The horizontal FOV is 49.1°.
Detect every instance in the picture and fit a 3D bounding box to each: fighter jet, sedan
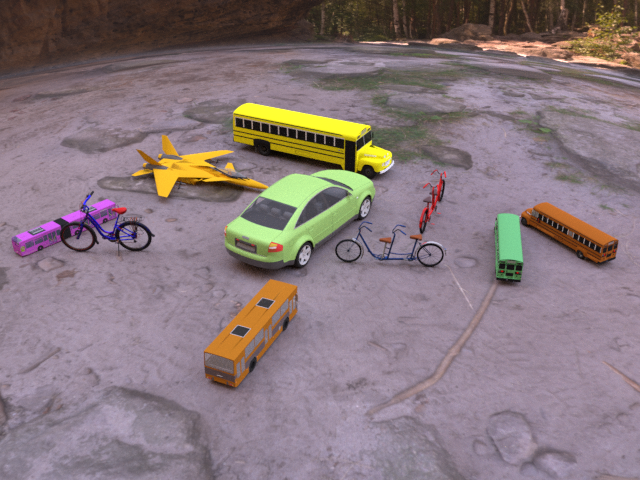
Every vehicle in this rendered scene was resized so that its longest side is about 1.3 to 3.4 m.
[{"bbox_3d":[-2.066,-1.336,12.847,2.640,0.557,2.229,13,33,22],"label":"fighter jet"},{"bbox_3d":[-0.220,-0.534,11.079,1.235,0.940,3.137,18,35,29],"label":"sedan"}]

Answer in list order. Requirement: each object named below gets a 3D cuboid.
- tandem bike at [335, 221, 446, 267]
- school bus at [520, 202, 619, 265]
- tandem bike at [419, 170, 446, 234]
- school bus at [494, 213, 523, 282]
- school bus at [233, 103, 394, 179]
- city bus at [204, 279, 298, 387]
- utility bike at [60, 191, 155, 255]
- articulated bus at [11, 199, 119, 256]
[{"bbox_3d":[1.041,0.073,10.288,1.642,0.682,0.283,3,30,5],"label":"tandem bike"},{"bbox_3d":[3.836,-0.160,10.937,0.365,0.434,1.708,-16,34,-26],"label":"school bus"},{"bbox_3d":[1.876,-0.689,11.604,0.283,0.682,1.642,11,32,19],"label":"tandem bike"},{"bbox_3d":[2.837,0.052,10.571,0.365,0.434,1.708,6,31,10],"label":"school bus"},{"bbox_3d":[-0.153,-1.968,13.652,3.322,0.844,0.709,15,33,25],"label":"school bus"},{"bbox_3d":[-0.812,1.132,8.678,0.476,0.460,1.674,13,32,21],"label":"city bus"},{"bbox_3d":[-3.225,-0.197,10.489,1.435,0.946,0.535,-1,30,-1],"label":"utility bike"},{"bbox_3d":[-4.031,-0.216,11.179,0.311,0.289,1.749,23,37,34],"label":"articulated bus"}]
